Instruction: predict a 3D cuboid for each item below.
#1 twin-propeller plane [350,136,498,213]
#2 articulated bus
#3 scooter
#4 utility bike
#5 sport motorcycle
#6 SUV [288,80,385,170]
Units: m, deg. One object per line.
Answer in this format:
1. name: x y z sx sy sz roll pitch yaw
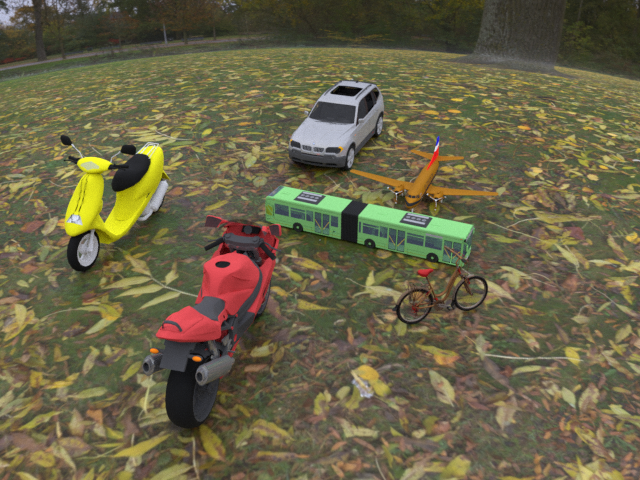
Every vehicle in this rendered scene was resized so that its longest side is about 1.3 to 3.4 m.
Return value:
1. twin-propeller plane: 1.867 -1.161 12.464 2.663 0.792 2.129 11 32 19
2. articulated bus: 0.732 -0.250 11.115 3.401 0.561 0.605 13 32 21
3. scooter: -3.155 -0.832 10.899 1.288 1.786 2.721 10 31 17
4. utility bike: 1.594 0.597 9.263 1.435 0.946 0.535 -11 32 -18
5. sport motorcycle: -1.125 0.817 8.231 0.983 1.596 2.955 7 31 13
6. SUV: 0.405 -2.427 14.319 1.276 1.128 3.058 11 32 19
